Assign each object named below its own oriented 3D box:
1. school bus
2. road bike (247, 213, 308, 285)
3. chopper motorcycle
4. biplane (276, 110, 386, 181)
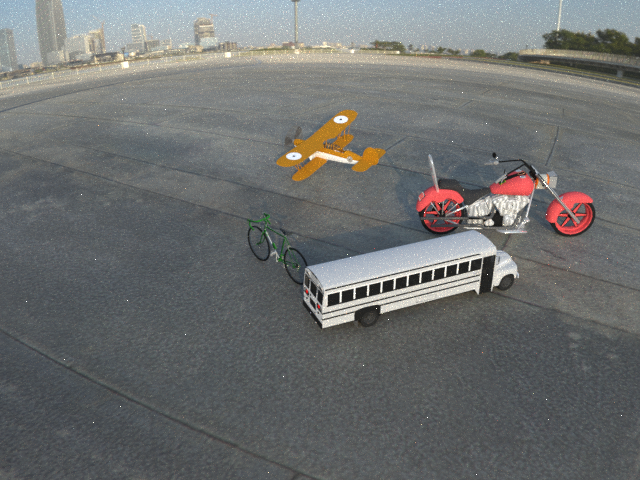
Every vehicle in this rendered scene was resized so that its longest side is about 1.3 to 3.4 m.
[{"bbox_3d":[1.405,0.516,10.105,3.322,0.844,0.709,-12,31,-21],"label":"school bus"},{"bbox_3d":[-0.670,0.115,10.839,0.358,0.852,1.545,-22,36,-35],"label":"road bike"},{"bbox_3d":[3.148,-0.739,11.762,3.040,1.480,0.906,-1,28,-1],"label":"chopper motorcycle"},{"bbox_3d":[0.239,-1.765,14.187,2.120,0.981,2.598,18,33,29],"label":"biplane"}]
